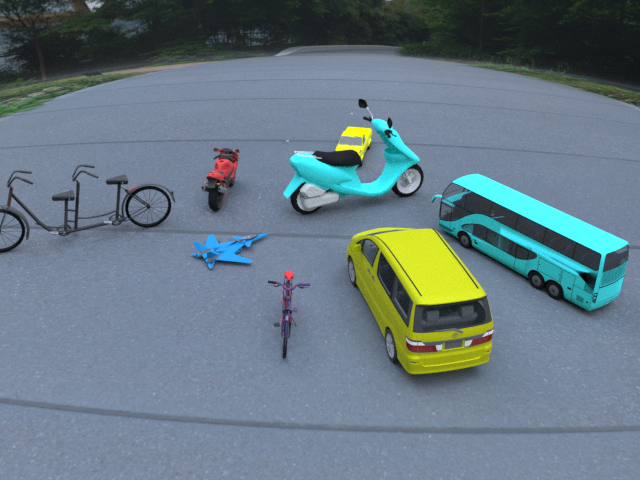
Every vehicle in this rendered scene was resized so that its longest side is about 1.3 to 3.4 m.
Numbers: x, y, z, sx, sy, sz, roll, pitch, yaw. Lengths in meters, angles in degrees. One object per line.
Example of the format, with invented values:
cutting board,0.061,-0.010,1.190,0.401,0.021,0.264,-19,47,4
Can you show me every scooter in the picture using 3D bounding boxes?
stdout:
scooter,0.657,-1.417,12.331,2.721,1.786,1.288,-11,31,-19

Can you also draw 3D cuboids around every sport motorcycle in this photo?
sport motorcycle,-1.792,-1.154,12.849,0.506,0.821,1.520,4,30,7

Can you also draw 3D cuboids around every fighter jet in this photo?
fighter jet,-1.365,0.035,11.274,1.358,0.286,1.147,-23,36,-35

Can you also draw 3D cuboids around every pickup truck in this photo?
pickup truck,0.700,-2.039,14.744,0.640,0.511,1.603,6,30,11

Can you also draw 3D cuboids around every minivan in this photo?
minivan,1.233,0.529,9.462,1.324,1.197,3.011,-7,30,-11

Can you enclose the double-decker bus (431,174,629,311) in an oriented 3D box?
double-decker bus,3.084,-0.085,10.706,0.756,1.052,3.251,-19,34,-30

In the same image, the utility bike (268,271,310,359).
utility bike,-0.391,0.837,9.169,0.535,0.946,1.435,-1,29,-1

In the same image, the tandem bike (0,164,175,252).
tandem bike,-3.956,-0.595,11.335,3.192,1.326,0.550,-11,31,-19
